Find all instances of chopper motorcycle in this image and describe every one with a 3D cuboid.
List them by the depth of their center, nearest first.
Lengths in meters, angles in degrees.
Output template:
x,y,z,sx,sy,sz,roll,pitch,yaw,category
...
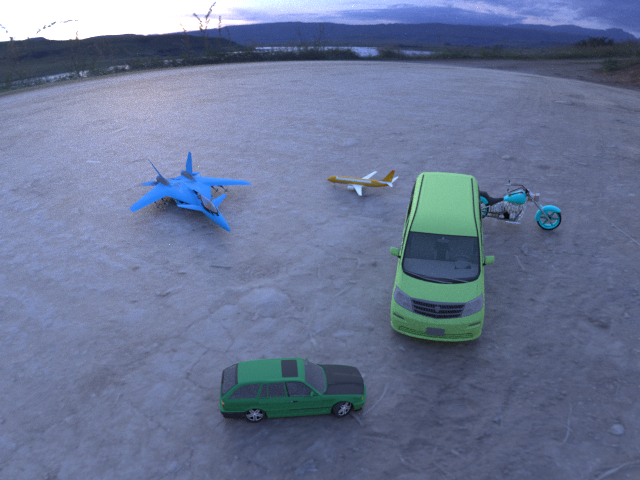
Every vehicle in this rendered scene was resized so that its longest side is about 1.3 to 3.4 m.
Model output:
x,y,z,sx,sy,sz,roll,pitch,yaw,category
3.150,-0.595,11.418,1.563,0.761,0.466,7,29,14,chopper motorcycle

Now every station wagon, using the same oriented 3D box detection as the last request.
x,y,z,sx,sy,sz,roll,pitch,yaw,category
-0.292,1.576,7.610,1.597,0.473,0.682,-2,28,-5,station wagon

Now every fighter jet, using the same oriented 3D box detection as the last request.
x,y,z,sx,sy,sz,roll,pitch,yaw,category
-2.118,-0.810,12.042,2.229,0.557,2.640,-16,32,-28,fighter jet

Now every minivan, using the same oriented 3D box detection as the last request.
x,y,z,sx,sy,sz,roll,pitch,yaw,category
1.662,0.136,9.565,1.324,1.197,3.011,5,28,9,minivan

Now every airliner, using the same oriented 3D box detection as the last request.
x,y,z,sx,sy,sz,roll,pitch,yaw,category
0.749,-1.150,12.824,1.307,0.429,1.161,9,29,16,airliner
